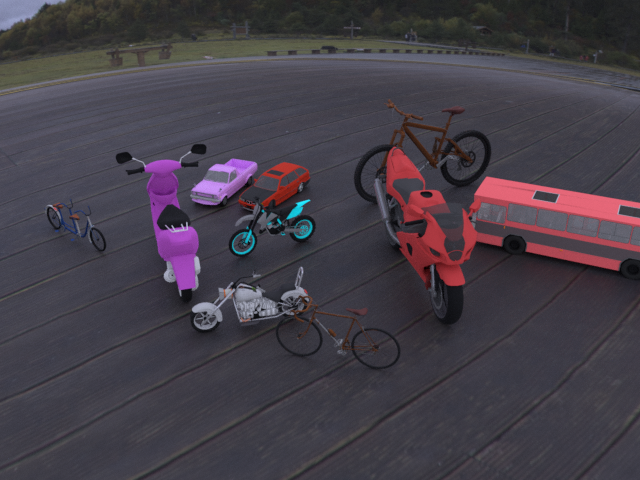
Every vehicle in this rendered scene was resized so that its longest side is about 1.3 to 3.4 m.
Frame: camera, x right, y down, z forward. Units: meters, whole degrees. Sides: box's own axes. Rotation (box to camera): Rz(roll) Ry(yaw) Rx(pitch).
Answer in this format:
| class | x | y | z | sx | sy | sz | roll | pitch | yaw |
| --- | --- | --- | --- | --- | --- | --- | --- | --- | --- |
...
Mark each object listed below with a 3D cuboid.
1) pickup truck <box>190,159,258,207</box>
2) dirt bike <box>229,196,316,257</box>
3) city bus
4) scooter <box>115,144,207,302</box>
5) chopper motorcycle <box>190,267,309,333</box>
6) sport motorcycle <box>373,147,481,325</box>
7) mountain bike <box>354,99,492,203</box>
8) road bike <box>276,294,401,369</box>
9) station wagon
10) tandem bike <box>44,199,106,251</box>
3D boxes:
| class | x | y | z | sx | sy | sz | roll | pitch | yaw |
| --- | --- | --- | --- | --- | --- | --- | --- | --- | --- |
| pickup truck | -1.743 | -1.126 | 12.869 | 0.640 | 0.511 | 1.603 | 11 | 30 | 19 |
| dirt bike | -0.727 | -0.235 | 10.856 | 1.493 | 0.857 | 0.527 | -15 | 32 | -25 |
| city bus | 3.980 | -0.149 | 10.658 | 3.255 | 0.894 | 0.926 | 13 | 31 | 22 |
| scooter | -2.167 | -0.382 | 10.152 | 1.288 | 1.786 | 2.721 | -9 | 30 | -16 |
| chopper motorcycle | -0.912 | 0.772 | 9.095 | 1.563 | 0.761 | 0.466 | -7 | 29 | -12 |
| sport motorcycle | 1.441 | -0.136 | 9.897 | 0.983 | 1.596 | 2.955 | -5 | 29 | -10 |
| mountain bike | 1.897 | -1.602 | 12.512 | 2.857 | 1.688 | 1.114 | -12 | 31 | -21 |
| road bike | 0.202 | 1.118 | 8.359 | 1.545 | 0.852 | 0.358 | 7 | 29 | 13 |
| station wagon | -0.819 | -0.991 | 12.657 | 0.682 | 0.473 | 1.597 | 16 | 32 | 27 |
| tandem bike | -3.942 | -0.314 | 11.186 | 1.642 | 0.682 | 0.283 | 21 | 35 | 34 |
